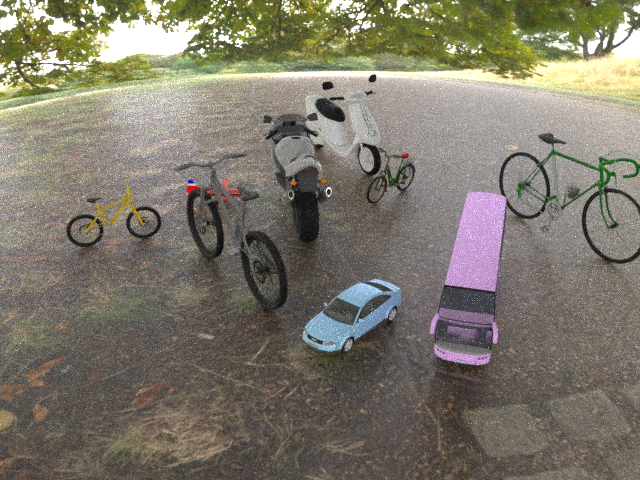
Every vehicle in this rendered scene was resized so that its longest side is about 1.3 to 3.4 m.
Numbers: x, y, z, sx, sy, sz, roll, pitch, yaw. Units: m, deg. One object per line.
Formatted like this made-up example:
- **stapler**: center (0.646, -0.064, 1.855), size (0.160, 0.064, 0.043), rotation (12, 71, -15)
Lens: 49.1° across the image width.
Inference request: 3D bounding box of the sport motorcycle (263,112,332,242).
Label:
- **sport motorcycle**: center (-0.388, -1.149, 11.879), size (0.983, 1.596, 2.955), rotation (-4, 27, -9)

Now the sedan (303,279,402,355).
- **sedan**: center (0.437, 0.920, 8.999), size (0.635, 0.483, 1.613), rotation (21, 34, 36)

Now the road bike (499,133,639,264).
- **road bike**: center (3.932, -0.786, 11.090), size (0.696, 1.656, 3.004), rotation (-15, 30, -27)

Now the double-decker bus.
- **double-decker bus**: center (2.071, 0.423, 9.356), size (0.756, 1.052, 3.251), rotation (7, 28, 14)

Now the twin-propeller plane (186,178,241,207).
- **twin-propeller plane**: center (-1.879, -0.901, 12.711), size (1.095, 0.407, 1.370), rotation (0, 27, 0)

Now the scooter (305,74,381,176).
- **scooter**: center (0.429, -2.492, 14.340), size (1.288, 1.786, 2.721), rotation (-16, 31, -28)

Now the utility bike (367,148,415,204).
- **utility bike**: center (1.369, -1.213, 12.731), size (0.535, 0.946, 1.435), rotation (23, 35, 38)

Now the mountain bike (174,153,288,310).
- **mountain bike**: center (-1.249, -0.189, 9.867), size (1.114, 1.688, 2.857), rotation (-17, 31, -30)

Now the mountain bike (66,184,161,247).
- **mountain bike**: center (-3.273, -0.350, 11.100), size (1.469, 0.868, 0.573), rotation (-9, 28, -17)
